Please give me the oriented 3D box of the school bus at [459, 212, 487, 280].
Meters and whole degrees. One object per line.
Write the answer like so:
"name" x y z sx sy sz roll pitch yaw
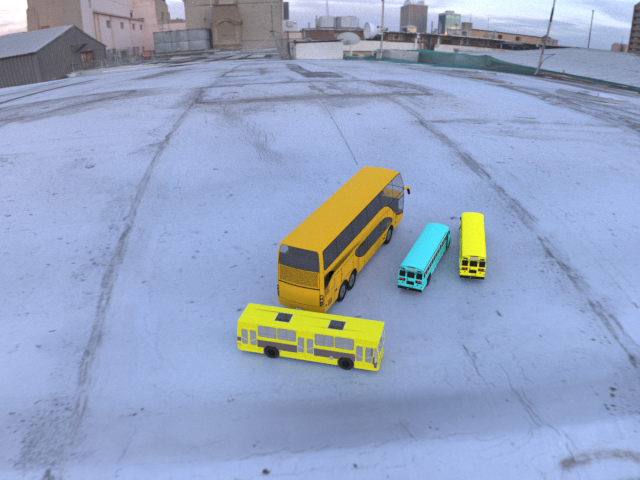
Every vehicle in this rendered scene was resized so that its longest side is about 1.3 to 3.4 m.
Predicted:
"school bus" 2.235 0.026 10.293 0.365 0.434 1.708 5 28 9

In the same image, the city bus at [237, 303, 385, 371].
"city bus" -0.106 1.136 8.135 1.674 0.460 0.476 7 28 13

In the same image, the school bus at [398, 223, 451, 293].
"school bus" 1.526 0.189 9.980 0.365 0.434 1.708 11 30 20

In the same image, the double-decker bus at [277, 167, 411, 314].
"double-decker bus" 0.410 -0.127 9.918 0.756 1.052 3.251 12 30 22
